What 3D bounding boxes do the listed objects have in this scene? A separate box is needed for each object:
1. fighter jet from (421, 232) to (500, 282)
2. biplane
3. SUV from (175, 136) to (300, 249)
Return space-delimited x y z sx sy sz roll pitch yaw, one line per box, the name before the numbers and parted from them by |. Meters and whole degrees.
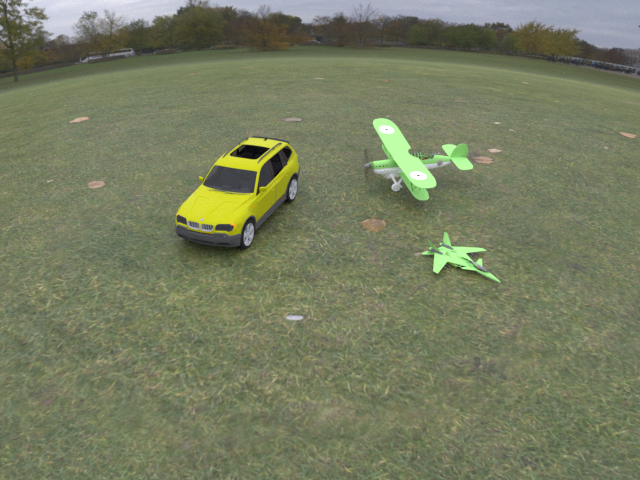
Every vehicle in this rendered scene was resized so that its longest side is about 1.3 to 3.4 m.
fighter jet | 2.275 0.300 10.894 1.147 0.286 1.358 -21 35 -33
biplane | 1.860 -1.470 13.389 2.120 0.981 2.598 -7 30 -13
SUV | -1.365 -0.919 12.234 1.276 1.128 3.058 10 30 18
